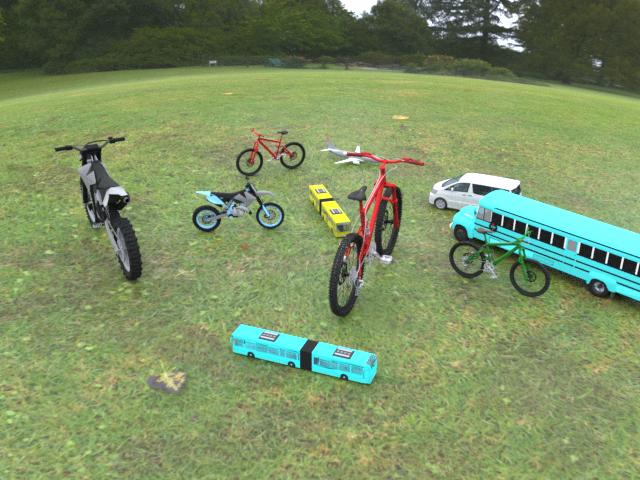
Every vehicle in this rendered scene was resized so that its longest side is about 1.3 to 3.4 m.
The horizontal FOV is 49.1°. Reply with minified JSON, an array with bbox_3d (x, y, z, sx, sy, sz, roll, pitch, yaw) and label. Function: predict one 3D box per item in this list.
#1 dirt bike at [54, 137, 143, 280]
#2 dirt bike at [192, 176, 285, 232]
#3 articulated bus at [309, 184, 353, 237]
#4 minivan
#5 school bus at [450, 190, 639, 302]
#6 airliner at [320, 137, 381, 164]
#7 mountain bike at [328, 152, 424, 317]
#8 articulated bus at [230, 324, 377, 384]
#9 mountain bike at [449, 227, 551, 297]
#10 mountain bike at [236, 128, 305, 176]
[{"bbox_3d":[-3.235,-0.593,10.465,1.024,1.666,2.903,-14,30,-27],"label":"dirt bike"},{"bbox_3d":[-1.321,-0.546,11.291,1.493,0.857,0.527,-2,26,-5],"label":"dirt bike"},{"bbox_3d":[0.147,-0.524,11.892,0.311,0.289,1.749,-7,27,-14],"label":"articulated bus"},{"bbox_3d":[2.673,-0.810,12.104,1.548,0.616,0.681,13,29,25],"label":"minivan"},{"bbox_3d":[3.383,-0.003,10.195,0.709,0.844,3.322,-22,34,-38],"label":"school bus"},{"bbox_3d":[0.695,-1.823,14.387,1.307,0.429,1.161,12,29,23],"label":"airliner"},{"bbox_3d":[0.699,-0.183,9.604,1.114,1.688,2.857,10,28,20],"label":"mountain bike"},{"bbox_3d":[-0.209,1.315,8.133,1.749,0.289,0.311,10,28,19],"label":"articulated bus"},{"bbox_3d":[2.464,0.255,9.641,1.469,0.868,0.573,17,31,31],"label":"mountain bike"},{"bbox_3d":[-0.958,-1.739,13.715,1.469,0.868,0.573,-12,28,-23],"label":"mountain bike"}]
